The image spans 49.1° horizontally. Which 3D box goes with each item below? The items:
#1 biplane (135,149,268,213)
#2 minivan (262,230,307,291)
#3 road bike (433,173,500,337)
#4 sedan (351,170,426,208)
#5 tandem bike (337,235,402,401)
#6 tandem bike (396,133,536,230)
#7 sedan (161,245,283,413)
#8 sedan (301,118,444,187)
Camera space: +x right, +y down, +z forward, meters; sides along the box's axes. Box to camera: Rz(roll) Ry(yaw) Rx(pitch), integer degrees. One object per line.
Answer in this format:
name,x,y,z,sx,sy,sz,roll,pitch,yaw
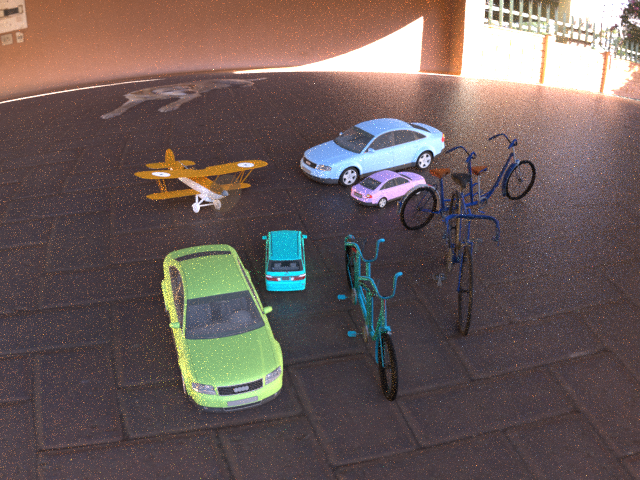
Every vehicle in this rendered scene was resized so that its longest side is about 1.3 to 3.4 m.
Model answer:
biplane,-2.225,-1.115,12.633,2.598,0.981,2.120,-21,34,-35
minivan,-0.523,0.199,10.489,0.681,0.616,1.548,-1,27,-3
road bike,1.949,0.015,9.713,0.696,1.656,3.004,2,27,4
sedan,1.294,-1.027,13.004,1.613,0.483,0.635,-20,34,-34
tandem bike,0.610,0.644,8.857,0.550,1.326,3.192,-3,28,-7
tandem bike,2.622,-1.039,12.110,3.192,1.326,0.550,-16,31,-28
sedan,-1.295,0.895,8.790,1.235,0.940,3.137,-8,28,-15
sedan,1.085,-1.876,14.149,3.137,0.940,1.235,-15,31,-26
